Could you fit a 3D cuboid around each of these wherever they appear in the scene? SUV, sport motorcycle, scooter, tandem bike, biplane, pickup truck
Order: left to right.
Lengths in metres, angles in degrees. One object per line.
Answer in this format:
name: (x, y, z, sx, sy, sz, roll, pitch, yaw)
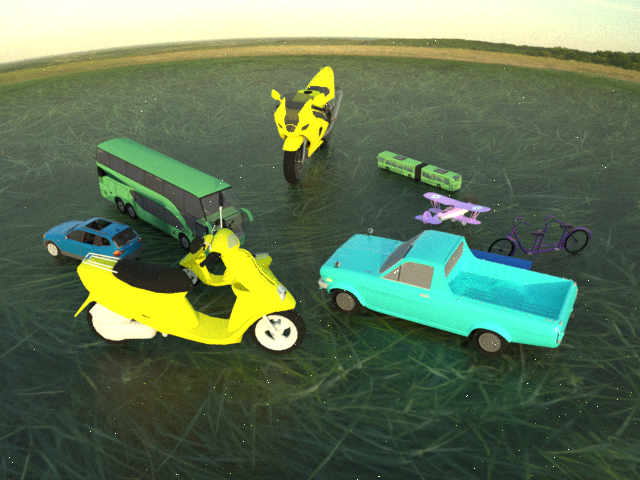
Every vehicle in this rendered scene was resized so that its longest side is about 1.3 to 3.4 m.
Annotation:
SUV: (-3.316, -0.020, 10.187, 1.572, 0.580, 0.656, 14, 31, 24)
scooter: (-1.514, 0.498, 7.947, 2.721, 1.786, 1.288, 3, 28, 5)
scooter: (-1.259, 0.274, 9.282, 1.399, 0.919, 0.662, 5, 29, 10)
sport motorcycle: (-0.201, -2.237, 13.245, 0.983, 1.596, 2.955, 7, 29, 12)
pickup truck: (1.552, 0.518, 8.749, 3.117, 0.993, 1.244, 14, 31, 24)
biplane: (2.007, -0.430, 11.033, 1.090, 0.504, 1.336, -19, 33, -31)
tandem bike: (3.206, -0.041, 10.119, 1.642, 0.682, 0.283, -6, 29, -12)

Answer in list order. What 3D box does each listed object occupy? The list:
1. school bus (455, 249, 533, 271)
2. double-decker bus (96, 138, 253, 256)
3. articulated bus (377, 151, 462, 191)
school bus: (2.023, 0.356, 9.641, 1.708, 0.434, 0.365, 12, 31, 21)
double-decker bus: (-2.383, -0.694, 10.945, 3.251, 1.052, 0.756, 25, 37, 38)
articulated bus: (1.791, -1.275, 12.836, 1.749, 0.289, 0.311, 24, 37, 38)
